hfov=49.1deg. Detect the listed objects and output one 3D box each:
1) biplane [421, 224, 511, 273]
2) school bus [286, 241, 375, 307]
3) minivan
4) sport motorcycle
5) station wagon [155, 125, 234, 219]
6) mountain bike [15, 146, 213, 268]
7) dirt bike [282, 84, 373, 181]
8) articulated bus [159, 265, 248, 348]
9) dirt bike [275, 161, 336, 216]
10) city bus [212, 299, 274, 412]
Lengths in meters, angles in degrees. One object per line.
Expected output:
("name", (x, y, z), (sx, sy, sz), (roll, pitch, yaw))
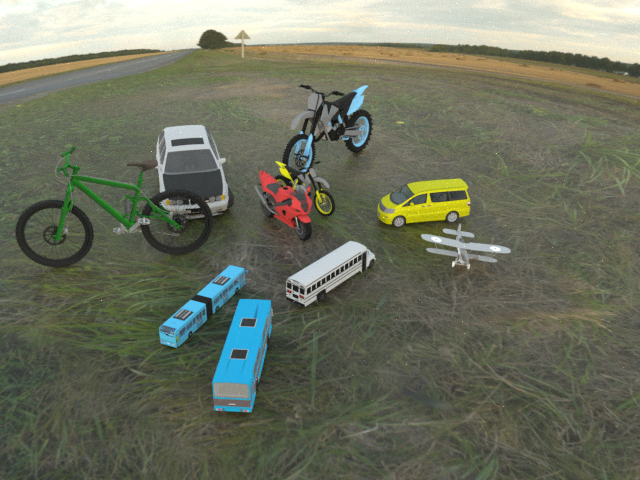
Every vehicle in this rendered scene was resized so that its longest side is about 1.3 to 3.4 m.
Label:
("biplane", (2.168, 0.104, 10.579), (1.336, 0.504, 1.090), (1, 28, 2))
("school bus", (0.200, 0.435, 10.023), (0.365, 0.434, 1.708), (21, 34, 34))
("minivan", (1.757, -0.651, 11.902), (1.548, 0.616, 0.681), (-5, 28, -10))
("sport motorcycle", (-0.580, -0.583, 11.551), (0.506, 0.821, 1.520), (-17, 32, -30))
("station wagon", (-2.407, -1.366, 12.939), (1.327, 0.920, 3.105), (-6, 28, -12))
("mountain bike", (-3.040, -0.445, 10.353), (2.857, 1.688, 1.114), (-6, 28, -11))
("dirt bike", (0.219, -2.250, 13.824), (1.024, 1.666, 2.903), (19, 33, 32))
("articulated bus", (-1.529, 0.853, 9.380), (0.311, 0.289, 1.749), (12, 30, 21))
("dirt bike", (-0.299, -0.957, 12.226), (1.493, 0.857, 0.527), (23, 35, 37))
("city bus", (-0.884, 1.339, 8.268), (0.476, 0.460, 1.674), (2, 28, 4))
